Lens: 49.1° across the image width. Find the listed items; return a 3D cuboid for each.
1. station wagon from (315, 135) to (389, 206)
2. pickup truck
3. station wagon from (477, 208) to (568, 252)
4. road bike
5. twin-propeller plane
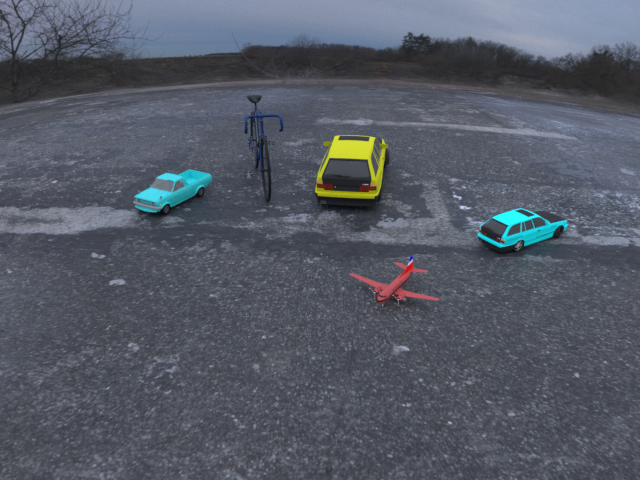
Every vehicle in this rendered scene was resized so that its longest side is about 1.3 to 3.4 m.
[{"bbox_3d":[0.661,-1.568,13.638,1.327,0.920,3.105,3,26,7],"label":"station wagon"},{"bbox_3d":[-2.673,-0.952,12.823,0.640,0.511,1.603,14,29,27],"label":"pickup truck"},{"bbox_3d":[3.324,-0.236,11.366,1.597,0.473,0.682,-15,30,-29],"label":"station wagon"},{"bbox_3d":[-1.165,-1.884,13.445,0.697,1.656,3.004,-5,26,-10],"label":"road bike"},{"bbox_3d":[1.061,0.578,9.737,1.370,0.407,1.095,15,29,29],"label":"twin-propeller plane"}]
